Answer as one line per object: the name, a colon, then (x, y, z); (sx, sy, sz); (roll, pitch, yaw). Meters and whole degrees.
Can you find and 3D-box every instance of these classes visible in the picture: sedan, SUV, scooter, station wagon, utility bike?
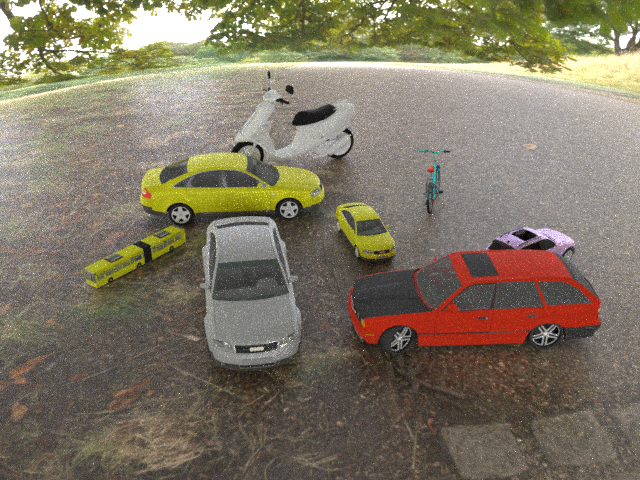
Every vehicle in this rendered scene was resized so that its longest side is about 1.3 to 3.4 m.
sedan: (-1.488, -0.960, 11.999); (3.137, 0.940, 1.235); (-3, 28, -5)
SUV: (3.112, 0.119, 10.349); (1.572, 0.580, 0.656); (-18, 33, -30)
scooter: (-0.469, -2.300, 13.621); (2.721, 1.786, 1.288); (-12, 30, -21)
station wagon: (1.908, 0.698, 8.894); (3.105, 0.920, 1.327); (-2, 28, -3)
utility bike: (1.943, -1.080, 12.218); (0.535, 0.946, 1.435); (8, 29, 15)
sedan: (-0.953, 0.495, 9.256); (1.235, 0.940, 3.137); (-4, 28, -8)
sedan: (0.709, -0.191, 11.036); (0.635, 0.483, 1.613); (-8, 29, -14)

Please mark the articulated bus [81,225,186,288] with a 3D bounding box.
articulated bus: (-2.733, 0.222, 10.466); (0.311, 0.289, 1.749); (19, 33, 32)
